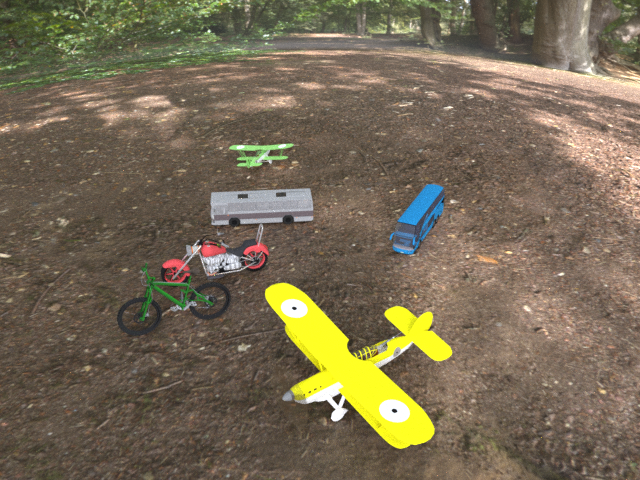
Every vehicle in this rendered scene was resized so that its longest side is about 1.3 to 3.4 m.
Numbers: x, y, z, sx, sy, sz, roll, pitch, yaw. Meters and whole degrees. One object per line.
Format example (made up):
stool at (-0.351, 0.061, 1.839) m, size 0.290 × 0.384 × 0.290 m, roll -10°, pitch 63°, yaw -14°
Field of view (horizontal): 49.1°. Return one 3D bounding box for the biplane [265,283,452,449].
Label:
biplane at (0.488, 1.368, 7.726) m, size 2.120 × 0.981 × 2.598 m, roll -20°, pitch 35°, yaw -31°

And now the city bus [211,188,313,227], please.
city bus at (-0.961, -0.533, 11.616) m, size 1.674 × 0.460 × 0.476 m, roll -3°, pitch 30°, yaw -5°

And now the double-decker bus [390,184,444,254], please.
double-decker bus at (1.586, -0.332, 11.179) m, size 0.389 × 0.541 × 1.672 m, roll 13°, pitch 32°, yaw 22°

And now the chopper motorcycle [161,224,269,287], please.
chopper motorcycle at (-1.496, 0.215, 9.987) m, size 1.563 × 0.761 × 0.466 m, roll -9°, pitch 31°, yaw -16°

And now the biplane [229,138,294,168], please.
biplane at (-1.196, -1.607, 13.472) m, size 1.336 × 0.504 × 1.090 m, roll 10°, pitch 31°, yaw 16°

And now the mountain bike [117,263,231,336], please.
mountain bike at (-1.861, 0.748, 8.936) m, size 1.469 × 0.868 × 0.573 m, roll -11°, pitch 31°, yaw -19°
